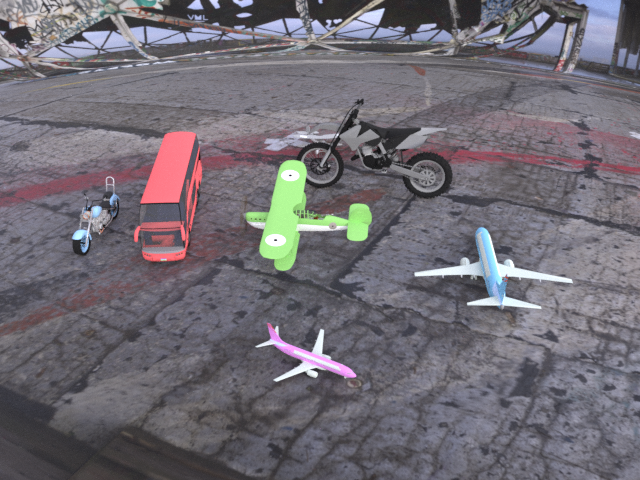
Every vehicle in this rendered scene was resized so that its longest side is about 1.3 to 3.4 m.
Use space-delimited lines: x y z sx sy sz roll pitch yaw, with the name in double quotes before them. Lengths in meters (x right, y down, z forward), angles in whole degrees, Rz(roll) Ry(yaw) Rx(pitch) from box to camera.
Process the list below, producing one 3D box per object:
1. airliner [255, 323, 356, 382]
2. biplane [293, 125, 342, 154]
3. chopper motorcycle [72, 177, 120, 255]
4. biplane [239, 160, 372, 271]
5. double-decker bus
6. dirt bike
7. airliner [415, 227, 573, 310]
"airliner" -0.127 1.393 8.734 1.307 0.429 1.161 16 33 25
"biplane" -0.030 -2.123 14.777 1.336 0.504 1.090 -15 33 -25
"chopper motorcycle" -3.697 -0.408 11.536 0.466 0.761 1.563 4 30 8
"biplane" -0.245 -0.286 11.102 2.120 0.981 2.598 3 30 5
"double-decker bus" -2.495 -0.787 11.902 0.756 1.052 3.251 -2 30 -3
"dirt bike" 0.970 -1.599 12.699 2.903 1.666 1.024 6 30 10
"airliner" 2.534 0.245 10.326 2.257 0.835 2.541 2 30 4
